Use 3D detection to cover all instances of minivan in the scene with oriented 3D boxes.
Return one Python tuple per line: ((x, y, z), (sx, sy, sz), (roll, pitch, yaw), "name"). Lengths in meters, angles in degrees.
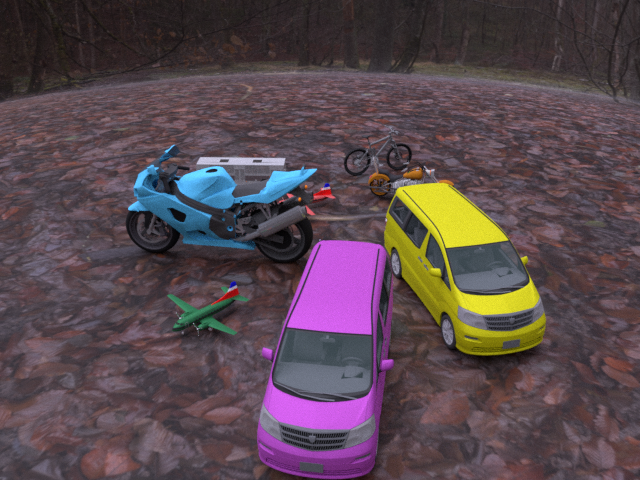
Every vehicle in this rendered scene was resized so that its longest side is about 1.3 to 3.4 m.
((0.159, 1.132, 7.545), (1.324, 1.197, 3.011), (4, 26, 8), "minivan")
((1.835, 0.289, 9.272), (1.324, 1.197, 3.011), (-7, 27, -13), "minivan")

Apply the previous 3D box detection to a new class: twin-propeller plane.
((-0.294, -0.736, 12.272), (1.095, 0.407, 1.370), (-11, 28, -21), "twin-propeller plane")
((-1.453, 0.877, 8.967), (1.370, 0.407, 1.095), (22, 34, 38), "twin-propeller plane")

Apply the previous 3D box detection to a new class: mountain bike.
((1.157, -1.737, 13.797), (1.469, 0.868, 0.573), (-9, 27, -18), "mountain bike")

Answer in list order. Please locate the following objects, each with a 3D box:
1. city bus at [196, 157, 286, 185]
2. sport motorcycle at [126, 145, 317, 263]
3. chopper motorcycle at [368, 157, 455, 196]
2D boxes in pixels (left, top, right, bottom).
((-1.489, -1.288, 13.344), (1.674, 0.460, 0.476), (1, 26, 2), "city bus")
((-1.503, -0.464, 10.359), (2.955, 1.596, 0.983), (4, 26, 8), "sport motorcycle")
((1.651, -1.084, 12.582), (1.563, 0.761, 0.466), (5, 26, 9), "chopper motorcycle")
